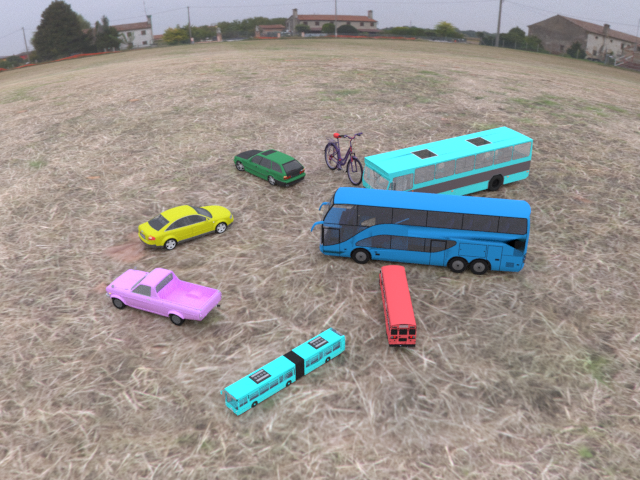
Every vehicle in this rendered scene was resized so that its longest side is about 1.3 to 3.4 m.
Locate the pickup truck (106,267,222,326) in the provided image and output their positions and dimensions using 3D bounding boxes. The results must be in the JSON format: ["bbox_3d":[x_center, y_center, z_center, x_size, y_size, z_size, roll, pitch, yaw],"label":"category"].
[{"bbox_3d":[-2.185,0.725,9.732,1.603,0.511,0.640,12,32,20],"label":"pickup truck"}]

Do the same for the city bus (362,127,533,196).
[{"bbox_3d":[2.367,-1.275,12.839,3.255,0.894,0.926,-15,33,-24],"label":"city bus"}]

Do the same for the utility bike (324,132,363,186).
[{"bbox_3d":[0.484,-1.673,13.482,0.535,0.946,1.435,-16,34,-26],"label":"utility bike"}]

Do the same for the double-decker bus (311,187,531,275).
[{"bbox_3d":[1.520,-0.166,10.744,3.251,1.052,0.756,5,30,9],"label":"double-decker bus"}]

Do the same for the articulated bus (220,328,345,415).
[{"bbox_3d":[-0.398,1.565,8.489,1.749,0.289,0.311,-25,38,-36],"label":"articulated bus"}]

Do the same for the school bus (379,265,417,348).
[{"bbox_3d":[1.048,0.829,9.627,0.365,0.434,1.708,0,30,0],"label":"school bus"}]

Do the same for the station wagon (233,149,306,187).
[{"bbox_3d":[-1.016,-1.501,13.657,1.597,0.473,0.682,26,39,37],"label":"station wagon"}]

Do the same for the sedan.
[{"bbox_3d":[-2.192,-0.296,11.544,1.613,0.483,0.635,-20,35,-31],"label":"sedan"}]
